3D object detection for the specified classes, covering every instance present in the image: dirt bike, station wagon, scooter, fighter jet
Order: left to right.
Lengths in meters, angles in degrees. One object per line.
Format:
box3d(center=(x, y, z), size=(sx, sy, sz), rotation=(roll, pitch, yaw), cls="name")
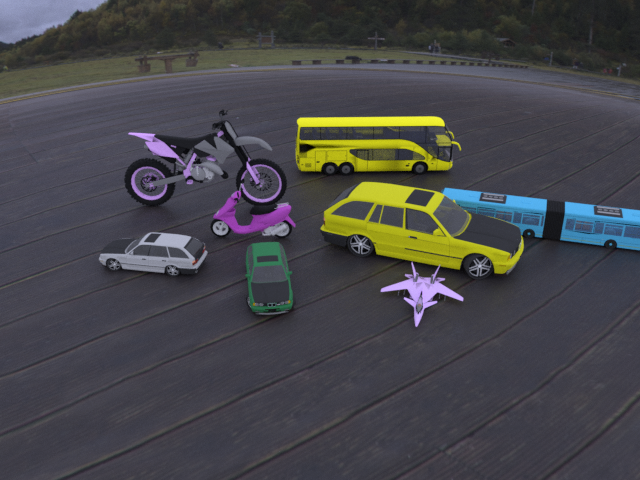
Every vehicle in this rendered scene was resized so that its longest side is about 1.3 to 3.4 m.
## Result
box3d(center=(-2.548, 0.169, 10.625), size=(1.597, 0.473, 0.682), rotation=(5, 27, 9), cls="station wagon")
box3d(center=(-2.034, -1.357, 12.297), size=(2.903, 1.666, 1.024), rotation=(1, 27, 2), cls="dirt bike")
box3d(center=(-1.102, -0.458, 11.361), size=(1.399, 0.919, 0.662), rotation=(1, 27, 2), cls="scooter")
box3d(center=(-0.740, 0.488, 10.002), size=(0.682, 0.473, 1.597), rotation=(-3, 27, -7), cls="station wagon")
box3d(center=(1.403, 0.752, 9.691), size=(1.147, 0.286, 1.358), rotation=(6, 28, 11), cls="fighter jet")
box3d(center=(1.604, -0.243, 10.939), size=(3.105, 0.920, 1.327), rotation=(11, 29, 20), cls="station wagon")

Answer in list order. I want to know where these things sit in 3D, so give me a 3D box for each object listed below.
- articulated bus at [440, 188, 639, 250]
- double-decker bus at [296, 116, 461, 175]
box3d(center=(3.654, -0.358, 11.558), size=(3.401, 0.561, 0.605), rotation=(8, 28, 15), cls="articulated bus")
box3d(center=(1.138, -1.904, 14.039), size=(3.251, 1.052, 0.756), rotation=(-1, 27, -1), cls="double-decker bus")
